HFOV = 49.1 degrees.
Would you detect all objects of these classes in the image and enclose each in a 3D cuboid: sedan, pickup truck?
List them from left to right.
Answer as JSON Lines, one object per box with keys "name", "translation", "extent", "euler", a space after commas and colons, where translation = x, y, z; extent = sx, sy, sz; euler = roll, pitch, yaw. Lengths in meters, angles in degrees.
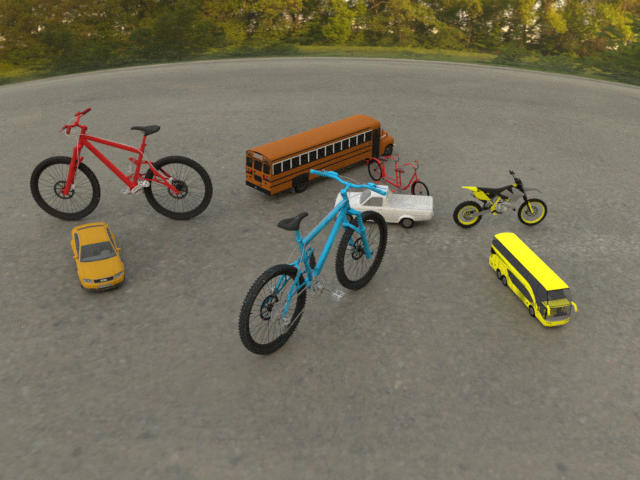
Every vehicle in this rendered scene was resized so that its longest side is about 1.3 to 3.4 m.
{"name": "sedan", "translation": [-3.144, 0.169, 9.840], "extent": [0.635, 0.483, 1.613], "euler": [-11, 30, -20]}
{"name": "pickup truck", "translation": [1.019, -0.569, 11.189], "extent": [1.603, 0.511, 0.640], "euler": [4, 28, 7]}

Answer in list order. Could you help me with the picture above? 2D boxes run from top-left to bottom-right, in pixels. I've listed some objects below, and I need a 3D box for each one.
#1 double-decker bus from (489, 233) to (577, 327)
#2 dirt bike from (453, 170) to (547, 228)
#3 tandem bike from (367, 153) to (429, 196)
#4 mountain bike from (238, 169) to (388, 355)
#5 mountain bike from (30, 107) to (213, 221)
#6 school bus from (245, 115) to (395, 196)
{"name": "double-decker bus", "translation": [2.734, 0.505, 9.150], "extent": [0.389, 0.541, 1.672], "euler": [-6, 29, -12]}
{"name": "dirt bike", "translation": [2.819, -0.590, 10.861], "extent": [1.493, 0.857, 0.527], "euler": [-2, 28, -3]}
{"name": "tandem bike", "translation": [1.330, -1.153, 12.099], "extent": [0.283, 0.682, 1.642], "euler": [-18, 33, -31]}
{"name": "mountain bike", "translation": [0.022, 0.205, 8.495], "extent": [1.114, 1.688, 2.857], "euler": [20, 34, 33]}
{"name": "mountain bike", "translation": [-3.121, -1.078, 10.892], "extent": [2.857, 1.688, 1.114], "euler": [0, 28, 0]}
{"name": "school bus", "translation": [0.125, -1.620, 12.798], "extent": [3.322, 0.844, 0.709], "euler": [-25, 37, -38]}
